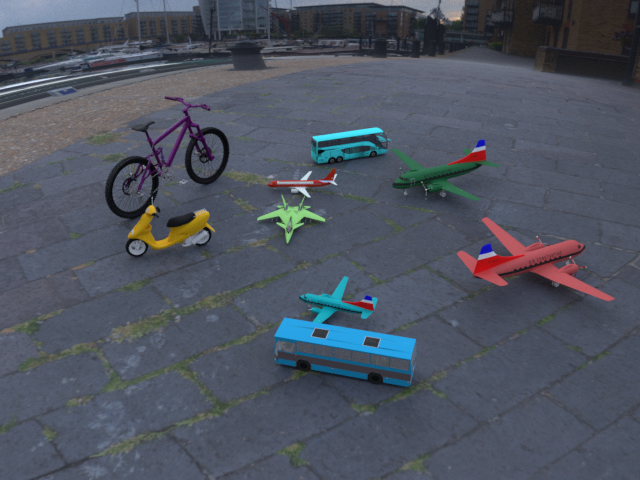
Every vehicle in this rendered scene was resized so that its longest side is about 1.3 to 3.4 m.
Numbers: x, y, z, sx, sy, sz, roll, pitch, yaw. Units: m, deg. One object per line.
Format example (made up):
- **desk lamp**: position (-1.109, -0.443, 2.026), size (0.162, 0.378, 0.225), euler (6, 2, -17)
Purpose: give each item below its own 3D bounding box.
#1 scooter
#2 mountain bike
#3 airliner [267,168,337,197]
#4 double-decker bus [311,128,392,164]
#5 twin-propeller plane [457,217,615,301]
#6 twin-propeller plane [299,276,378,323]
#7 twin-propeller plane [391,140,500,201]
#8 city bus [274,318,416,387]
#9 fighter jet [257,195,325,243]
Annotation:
- **scooter**: position (-2.341, -0.240, 10.857), size (1.399, 0.919, 0.662), euler (-10, 31, -18)
- **mountain bike**: position (-2.629, -1.490, 12.321), size (1.114, 1.688, 2.857), euler (20, 35, 32)
- **airliner**: position (-0.331, -1.127, 12.964), size (1.307, 0.429, 1.161), euler (0, 29, 0)
- **double-decker bus**: position (0.633, -1.933, 14.305), size (1.672, 0.541, 0.389), euler (-11, 31, -19)
- **twin-propeller plane**: position (3.086, 0.211, 10.172), size (2.129, 0.792, 2.663), euler (-14, 32, -23)
- **twin-propeller plane**: position (0.214, 0.828, 9.456), size (1.095, 0.407, 1.370), euler (11, 31, 19)
- **twin-propeller plane**: position (2.245, -1.337, 12.970), size (2.129, 0.792, 2.663), euler (-14, 32, -24)
- **city bus**: position (0.300, 1.360, 8.440), size (1.674, 0.460, 0.476), euler (8, 30, 14)
- **fighter jet**: position (-0.491, -0.355, 11.716), size (1.147, 0.286, 1.358), euler (1, 29, 2)
